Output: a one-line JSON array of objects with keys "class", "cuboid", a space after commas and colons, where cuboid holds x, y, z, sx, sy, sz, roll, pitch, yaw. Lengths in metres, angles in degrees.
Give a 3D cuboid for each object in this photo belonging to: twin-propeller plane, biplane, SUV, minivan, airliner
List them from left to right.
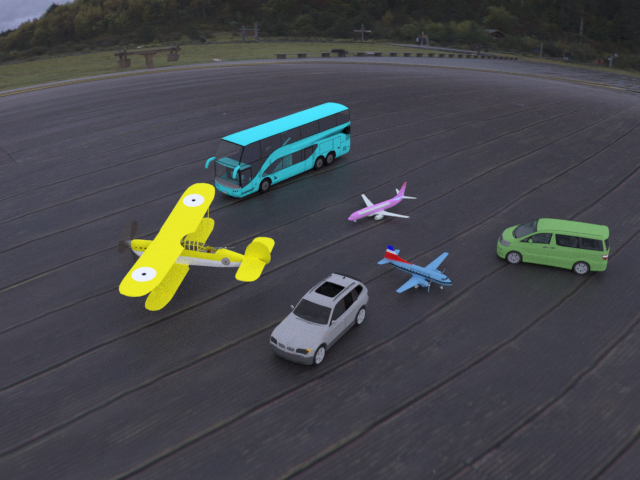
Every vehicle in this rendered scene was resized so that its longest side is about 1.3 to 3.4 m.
[{"class": "biplane", "cuboid": [-1.699, 0.202, 9.529, 2.120, 0.981, 2.598, 6, 28, 11]}, {"class": "SUV", "cuboid": [0.018, 0.921, 8.580, 0.656, 0.580, 1.572, 16, 32, 29]}, {"class": "airliner", "cuboid": [0.978, -0.626, 11.717, 1.307, 0.429, 1.161, -19, 33, -33]}, {"class": "twin-propeller plane", "cuboid": [1.367, 0.386, 9.796, 1.095, 0.407, 1.370, 19, 33, 32]}, {"class": "minivan", "cuboid": [3.404, 0.038, 10.240, 1.548, 0.616, 0.681, 9, 29, 17]}]

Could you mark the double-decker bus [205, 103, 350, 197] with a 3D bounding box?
[{"class": "double-decker bus", "cuboid": [-0.662, -1.710, 13.128, 0.756, 1.052, 3.251, 22, 35, 36]}]
